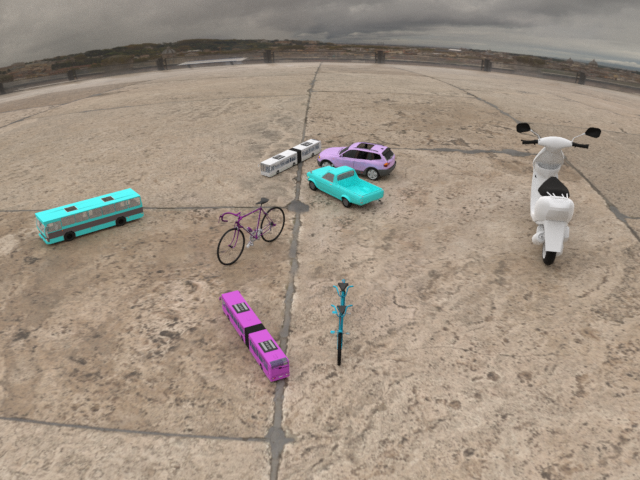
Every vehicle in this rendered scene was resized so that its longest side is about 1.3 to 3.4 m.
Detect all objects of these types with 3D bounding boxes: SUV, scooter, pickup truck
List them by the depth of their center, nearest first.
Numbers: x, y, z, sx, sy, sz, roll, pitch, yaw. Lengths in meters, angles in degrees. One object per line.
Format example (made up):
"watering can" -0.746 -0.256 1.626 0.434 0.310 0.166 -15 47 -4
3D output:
"scooter" 3.687 -0.869 11.149 1.288 1.786 2.721 6 29 11
"pickup truck" 0.438 -1.039 12.828 0.640 0.511 1.603 -21 34 -34
"SUV" 0.723 -1.630 13.866 1.572 0.580 0.656 12 30 21

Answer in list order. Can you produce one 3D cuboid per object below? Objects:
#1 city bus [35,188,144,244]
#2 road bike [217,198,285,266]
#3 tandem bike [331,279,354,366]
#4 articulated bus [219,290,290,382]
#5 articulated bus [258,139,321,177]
"city bus" -3.814 -0.392 11.664 1.674 0.460 0.476 -20 34 -33
"road bike" -1.051 -0.186 10.859 0.358 0.852 1.545 20 34 33
"tandem bike" 0.280 0.914 8.970 0.283 0.682 1.642 2 28 3
"articulated bus" -0.850 1.178 8.892 0.311 0.289 1.749 -13 31 -23
"articulated bus" -0.579 -1.690 14.290 0.311 0.289 1.749 19 33 31
